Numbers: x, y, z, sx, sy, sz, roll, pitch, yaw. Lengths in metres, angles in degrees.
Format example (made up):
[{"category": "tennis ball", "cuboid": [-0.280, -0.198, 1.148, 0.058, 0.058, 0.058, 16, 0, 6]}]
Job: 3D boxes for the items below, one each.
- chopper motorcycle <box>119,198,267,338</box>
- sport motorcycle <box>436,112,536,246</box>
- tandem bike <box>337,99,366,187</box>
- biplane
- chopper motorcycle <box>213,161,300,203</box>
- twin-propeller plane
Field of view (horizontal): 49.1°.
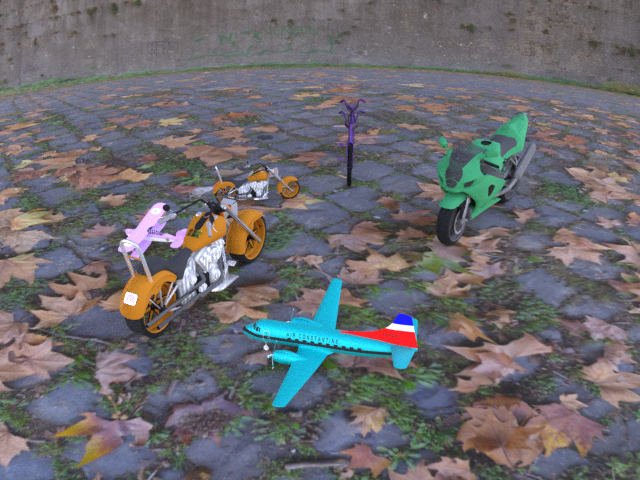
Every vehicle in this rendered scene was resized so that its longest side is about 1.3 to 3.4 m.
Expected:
[{"category": "chopper motorcycle", "cuboid": [-1.577, 0.100, 9.349, 0.906, 1.480, 3.040, 12, 30, 23]}, {"category": "sport motorcycle", "cuboid": [2.685, -1.048, 11.465, 0.983, 1.596, 2.955, 18, 32, 32]}, {"category": "tandem bike", "cuboid": [0.624, -2.163, 13.941, 0.550, 1.326, 3.192, 2, 27, 3]}, {"category": "biplane", "cuboid": [-2.543, -0.058, 10.728, 1.090, 0.504, 1.336, 7, 28, 13]}, {"category": "chopper motorcycle", "cuboid": [-1.118, -1.027, 12.339, 1.563, 0.761, 0.466, -8, 28, -16]}, {"category": "twin-propeller plane", "cuboid": [0.083, 1.079, 8.191, 2.129, 0.792, 2.663, 7, 28, 13]}]
